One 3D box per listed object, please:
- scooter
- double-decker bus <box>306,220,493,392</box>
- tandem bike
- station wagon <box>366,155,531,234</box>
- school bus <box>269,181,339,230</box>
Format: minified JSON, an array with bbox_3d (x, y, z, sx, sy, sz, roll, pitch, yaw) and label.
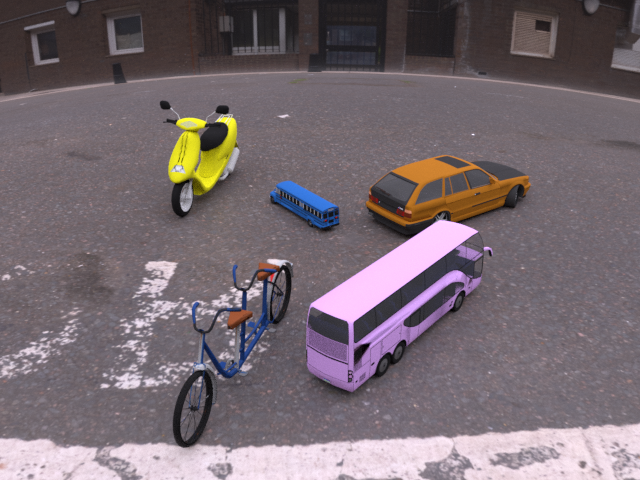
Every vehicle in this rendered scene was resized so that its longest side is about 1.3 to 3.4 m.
[{"bbox_3d":[-2.081,-1.676,12.628,1.288,1.786,2.721,7,27,14],"label":"scooter"},{"bbox_3d":[1.072,0.676,8.717,0.756,1.052,3.251,20,32,34],"label":"double-decker bus"},{"bbox_3d":[-0.876,0.932,7.895,0.550,1.326,3.192,8,28,16],"label":"tandem bike"},{"bbox_3d":[2.308,-0.945,12.130,3.105,0.920,1.327,-17,31,-31],"label":"station wagon"},{"bbox_3d":[-0.309,-0.633,12.048,0.365,0.434,1.708,-18,31,-31],"label":"school bus"}]
